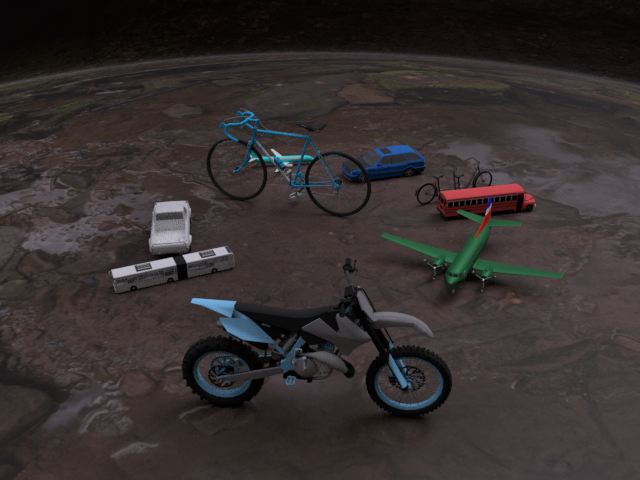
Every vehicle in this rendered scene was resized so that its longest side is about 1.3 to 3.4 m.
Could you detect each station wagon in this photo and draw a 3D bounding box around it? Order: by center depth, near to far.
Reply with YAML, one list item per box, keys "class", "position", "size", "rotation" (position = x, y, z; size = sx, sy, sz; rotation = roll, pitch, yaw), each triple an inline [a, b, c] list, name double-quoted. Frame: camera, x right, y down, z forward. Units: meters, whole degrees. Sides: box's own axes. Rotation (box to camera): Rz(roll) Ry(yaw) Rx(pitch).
- class: "station wagon"
  position: [1.196, -1.478, 13.318]
  size: [1.597, 0.473, 0.682]
  rotation: [-9, 30, -16]

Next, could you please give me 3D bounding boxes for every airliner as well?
- class: "airliner"
  position: [-0.755, -1.660, 13.696]
  size: [1.307, 0.429, 1.161]
  rotation: [-4, 29, -7]

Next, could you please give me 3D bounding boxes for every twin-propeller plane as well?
- class: "twin-propeller plane"
  position: [2.202, 0.073, 10.170]
  size: [2.663, 0.792, 2.129]
  rotation: [14, 32, 23]

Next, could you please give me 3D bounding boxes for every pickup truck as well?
- class: "pickup truck"
  position: [-2.354, -0.242, 11.033]
  size: [0.640, 0.511, 1.603]
  rotation: [-4, 29, -8]

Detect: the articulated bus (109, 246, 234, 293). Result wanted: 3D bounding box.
- class: "articulated bus"
  position: [-2.107, 0.417, 10.066]
  size: [1.749, 0.289, 0.311]
  rotation: [-12, 31, -21]

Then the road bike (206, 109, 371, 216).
- class: "road bike"
  position: [-0.578, -1.285, 11.742]
  size: [3.004, 1.656, 0.697]
  rotation: [10, 30, 17]

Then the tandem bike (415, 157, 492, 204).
- class: "tandem bike"
  position: [2.379, -1.047, 12.319]
  size: [1.642, 0.682, 0.283]
  rotation: [-13, 31, -22]

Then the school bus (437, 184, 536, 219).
- class: "school bus"
  position: [2.850, -0.666, 11.883]
  size: [1.708, 0.434, 0.365]
  rotation: [-7, 29, -12]

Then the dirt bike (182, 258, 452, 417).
- class: "dirt bike"
  position: [-0.052, 1.133, 7.336]
  size: [2.903, 1.666, 1.024]
  rotation: [3, 29, 5]
